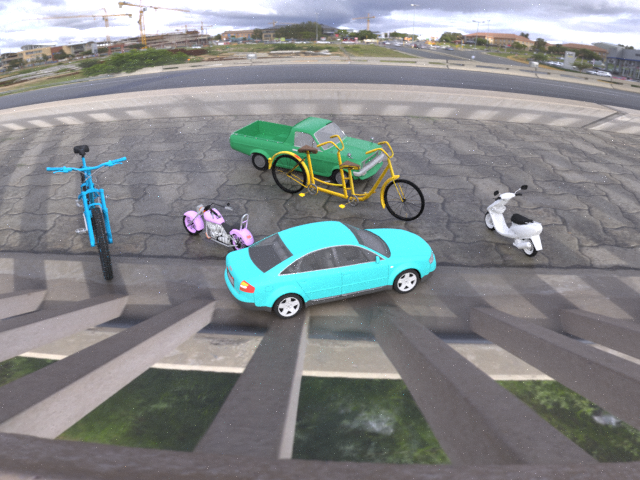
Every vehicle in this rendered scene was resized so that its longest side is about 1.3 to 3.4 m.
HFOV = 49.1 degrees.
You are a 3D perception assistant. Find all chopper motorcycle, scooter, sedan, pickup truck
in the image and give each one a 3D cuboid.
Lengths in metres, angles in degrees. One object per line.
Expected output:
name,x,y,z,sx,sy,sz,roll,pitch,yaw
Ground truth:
chopper motorcycle,-1.671,-0.268,11.293,1.563,0.761,0.466,21,35,34
scooter,3.123,-0.360,11.297,0.662,0.919,1.399,-12,30,-21
sedan,0.194,0.270,10.088,3.137,0.940,1.235,-10,30,-18
pickup truck,-0.288,-1.923,14.166,3.117,0.993,1.244,14,31,25

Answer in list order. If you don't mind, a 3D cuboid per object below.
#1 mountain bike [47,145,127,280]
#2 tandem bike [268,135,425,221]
mountain bike,-3.556,-0.590,10.911,1.114,1.688,2.857,-11,30,-20
tandem bike,0.403,-1.209,12.464,3.192,1.326,0.550,15,32,27
